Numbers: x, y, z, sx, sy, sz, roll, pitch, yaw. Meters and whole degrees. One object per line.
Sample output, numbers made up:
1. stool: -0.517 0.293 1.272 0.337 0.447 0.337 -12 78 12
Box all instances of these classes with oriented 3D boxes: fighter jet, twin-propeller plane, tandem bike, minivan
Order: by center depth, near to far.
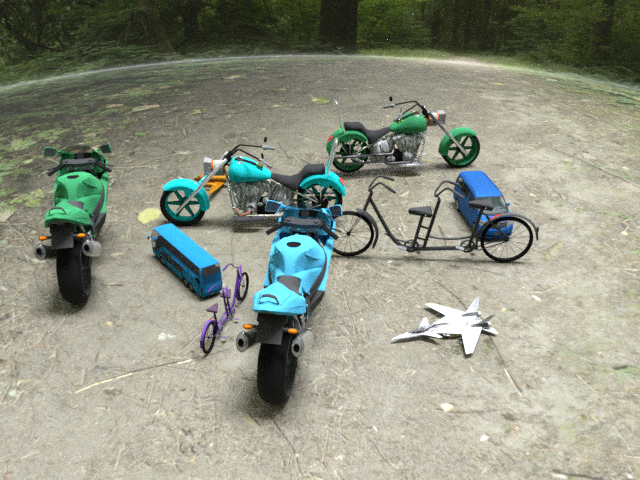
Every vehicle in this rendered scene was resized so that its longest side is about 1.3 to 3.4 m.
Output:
1. fighter jet: 1.537 1.071 8.919 1.358 0.286 1.147 -9 30 -16
2. tandem bike: -1.215 0.800 9.005 0.283 0.682 1.642 7 29 13
3. tandem bike: 1.636 -0.284 10.324 3.192 1.326 0.550 2 29 3
4. minivan: 2.707 -0.599 11.646 0.681 0.616 1.548 -4 29 -7
5. twin-propeller plane: -1.796 -1.174 12.921 1.095 0.407 1.370 2 29 4

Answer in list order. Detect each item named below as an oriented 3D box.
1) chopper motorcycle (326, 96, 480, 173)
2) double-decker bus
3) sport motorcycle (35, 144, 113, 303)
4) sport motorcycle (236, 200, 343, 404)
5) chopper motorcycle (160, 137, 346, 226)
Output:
1. chopper motorcycle: 1.618 -2.019 13.352 3.040 1.480 0.906 -5 29 -9
2. double-decker bus: -1.969 0.257 10.150 0.389 0.541 1.672 -20 34 -32
3. sport motorcycle: -3.494 -0.351 10.163 0.983 1.596 2.955 -5 29 -8
4. sport motorcycle: -0.316 0.597 8.420 0.983 1.596 2.955 4 29 8
5. chopper motorcycle: -1.097 -0.941 11.371 3.040 1.480 0.906 0 29 -1
